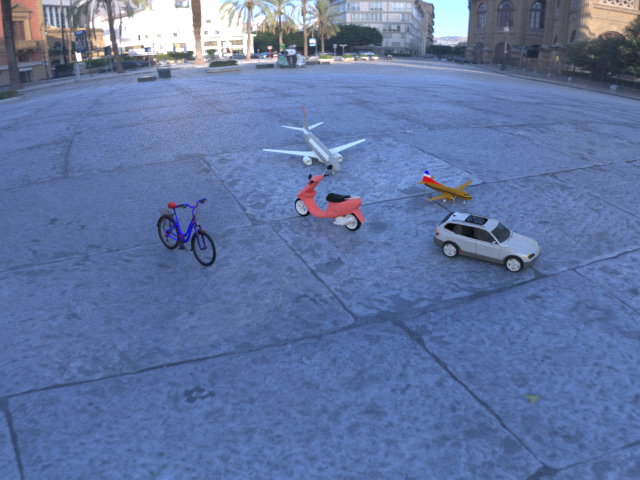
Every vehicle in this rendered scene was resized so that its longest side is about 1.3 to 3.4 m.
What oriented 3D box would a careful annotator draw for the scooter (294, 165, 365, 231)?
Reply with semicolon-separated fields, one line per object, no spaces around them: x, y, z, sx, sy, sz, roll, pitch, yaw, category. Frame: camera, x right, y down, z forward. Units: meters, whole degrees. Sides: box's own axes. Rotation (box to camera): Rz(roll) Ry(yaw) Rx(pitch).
0.137;-0.692;11.530;1.399;0.919;0.662;17;31;32;scooter

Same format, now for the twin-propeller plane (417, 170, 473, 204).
2.291;-0.953;12.659;1.095;0.407;1.370;23;34;39;twin-propeller plane

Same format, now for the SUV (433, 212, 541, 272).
2.503;-0.013;10.511;1.572;0.580;0.656;14;29;26;SUV

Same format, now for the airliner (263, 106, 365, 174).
-0.018;-2.068;14.476;2.257;0.835;2.541;-8;27;-16;airliner

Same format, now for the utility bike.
-1.999;-0.202;10.483;1.435;0.946;0.535;22;33;37;utility bike
